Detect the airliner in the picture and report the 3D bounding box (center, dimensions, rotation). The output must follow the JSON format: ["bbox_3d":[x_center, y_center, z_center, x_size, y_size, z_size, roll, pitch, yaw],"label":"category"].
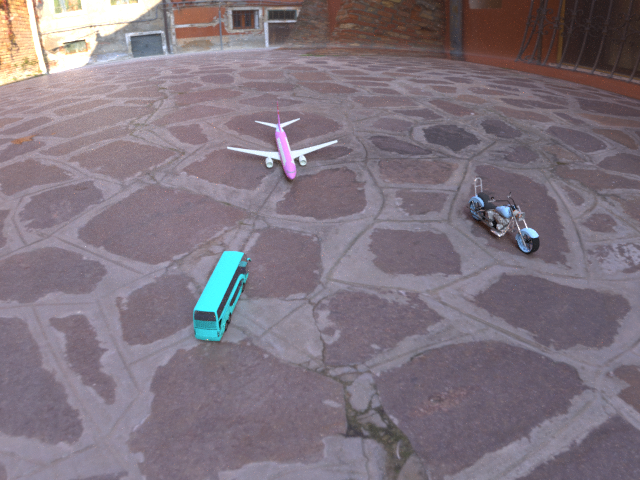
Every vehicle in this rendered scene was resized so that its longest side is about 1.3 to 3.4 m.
[{"bbox_3d":[-0.713,-1.970,13.938,2.257,0.835,2.541,-5,30,-8],"label":"airliner"}]

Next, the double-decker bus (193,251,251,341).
[{"bbox_3d":[-1.327,0.710,9.584,0.389,0.541,1.672,4,30,7],"label":"double-decker bus"}]

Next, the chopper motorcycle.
[{"bbox_3d":[2.959,-0.400,11.288,0.466,0.761,1.563,-16,33,-25],"label":"chopper motorcycle"}]
